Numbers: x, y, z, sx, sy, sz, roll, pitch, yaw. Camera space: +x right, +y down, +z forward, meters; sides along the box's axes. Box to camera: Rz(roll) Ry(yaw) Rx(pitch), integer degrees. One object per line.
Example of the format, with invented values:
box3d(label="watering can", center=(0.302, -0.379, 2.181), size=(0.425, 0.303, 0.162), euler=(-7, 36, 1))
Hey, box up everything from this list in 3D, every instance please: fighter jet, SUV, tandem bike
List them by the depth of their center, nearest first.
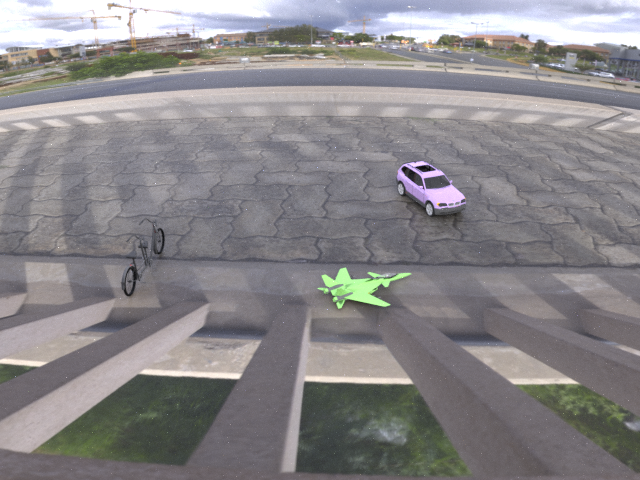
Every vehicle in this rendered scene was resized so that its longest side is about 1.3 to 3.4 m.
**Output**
box3d(label="fighter jet", center=(0.692, 0.541, 9.519), size=(1.358, 0.286, 1.147), euler=(-14, 30, -26))
box3d(label="tandem bike", center=(-2.474, 0.171, 9.817), size=(0.283, 0.682, 1.642), euler=(3, 27, 7))
box3d(label="SUV", center=(1.902, -0.920, 12.116), size=(0.656, 0.580, 1.572), euler=(-11, 29, -21))
